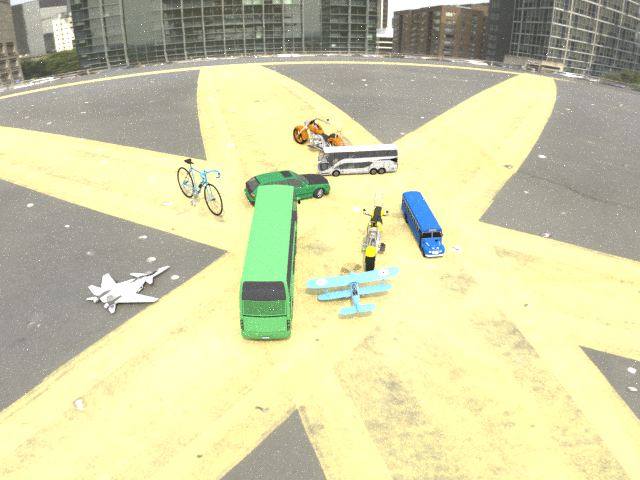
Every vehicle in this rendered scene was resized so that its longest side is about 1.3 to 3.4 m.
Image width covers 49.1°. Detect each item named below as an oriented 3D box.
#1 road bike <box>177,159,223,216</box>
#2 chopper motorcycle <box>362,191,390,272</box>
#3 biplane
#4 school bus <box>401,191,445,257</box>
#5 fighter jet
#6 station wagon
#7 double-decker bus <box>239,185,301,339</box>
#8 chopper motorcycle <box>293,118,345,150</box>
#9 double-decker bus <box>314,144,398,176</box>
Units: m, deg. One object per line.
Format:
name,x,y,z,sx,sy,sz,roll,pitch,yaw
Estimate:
road bike,-2.199,-1.005,12.675,0.358,0.852,1.545,-22,36,-34
chopper motorcycle,0.874,-0.144,11.236,0.466,0.761,1.563,4,30,8
biplane,0.473,0.738,9.929,1.336,0.504,1.090,-1,29,-2
school bus,1.732,-0.275,11.802,0.365,0.434,1.708,-4,30,-6
fighter jet,-2.750,0.596,10.404,1.147,0.286,1.358,20,35,32
station wagon,-0.594,-1.029,13.103,1.597,0.473,0.682,-11,31,-18
double-decker bus,-0.707,0.176,10.370,0.756,1.052,3.251,0,29,0
chopper motorcycle,-0.042,-2.272,15.021,0.466,0.761,1.563,-23,37,-35
double-decker bus,0.736,-1.605,14.059,1.672,0.541,0.389,-3,30,-6
